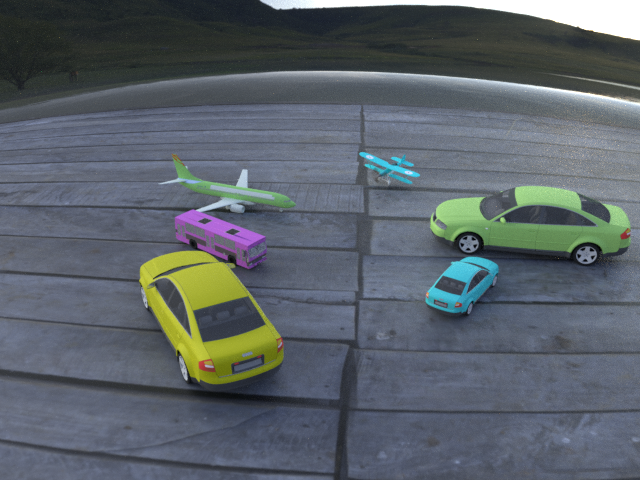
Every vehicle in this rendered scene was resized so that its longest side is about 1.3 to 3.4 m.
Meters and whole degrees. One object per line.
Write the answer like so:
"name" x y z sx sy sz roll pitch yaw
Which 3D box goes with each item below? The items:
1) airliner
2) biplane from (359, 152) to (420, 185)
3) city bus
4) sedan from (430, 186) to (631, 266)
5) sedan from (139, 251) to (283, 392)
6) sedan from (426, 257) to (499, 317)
"airliner" -1.622 -1.042 12.859 2.541 0.835 2.257 10 29 18
"biplane" 1.454 -1.420 13.964 1.336 0.504 1.090 17 32 30
"city bus" -1.611 -0.011 11.252 1.674 0.460 0.476 20 33 33
"sedan" 3.386 -0.341 11.372 3.137 0.940 1.235 5 28 10
"sedan" -1.519 0.809 9.120 1.235 0.940 3.137 -13 30 -24
"sedan" 2.078 0.579 10.071 0.635 0.483 1.613 17 32 30
